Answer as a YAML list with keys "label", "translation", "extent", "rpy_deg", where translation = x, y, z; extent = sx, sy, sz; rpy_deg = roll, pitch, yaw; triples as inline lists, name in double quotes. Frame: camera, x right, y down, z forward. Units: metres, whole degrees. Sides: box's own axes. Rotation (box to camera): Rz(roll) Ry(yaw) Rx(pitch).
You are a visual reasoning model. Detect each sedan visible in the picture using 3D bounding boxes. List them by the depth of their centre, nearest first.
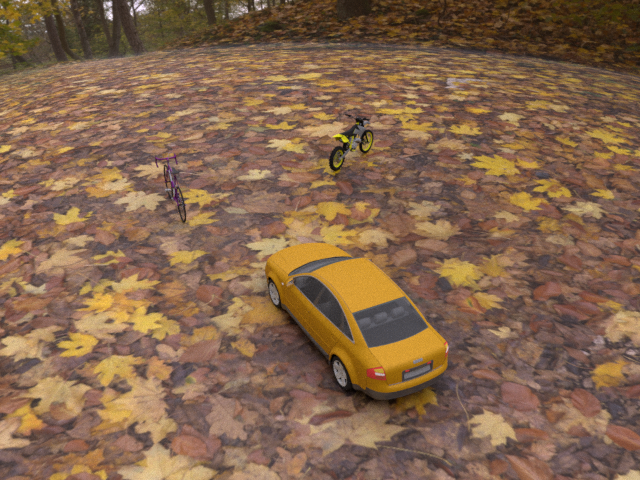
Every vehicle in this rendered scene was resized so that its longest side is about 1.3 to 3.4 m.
- label: "sedan"
  translation: [0.321, 0.742, 8.603]
  extent: [1.235, 0.940, 3.137]
  rpy_deg: [-15, 33, -24]

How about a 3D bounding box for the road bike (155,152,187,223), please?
- label: "road bike"
  translation: [-2.418, -0.895, 11.562]
  extent: [0.358, 0.852, 1.545]
  rpy_deg: [-12, 32, -20]

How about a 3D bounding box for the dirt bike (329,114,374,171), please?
- label: "dirt bike"
  translation: [0.610, -1.900, 13.317]
  extent: [0.527, 0.857, 1.493]
  rpy_deg: [19, 35, 30]
